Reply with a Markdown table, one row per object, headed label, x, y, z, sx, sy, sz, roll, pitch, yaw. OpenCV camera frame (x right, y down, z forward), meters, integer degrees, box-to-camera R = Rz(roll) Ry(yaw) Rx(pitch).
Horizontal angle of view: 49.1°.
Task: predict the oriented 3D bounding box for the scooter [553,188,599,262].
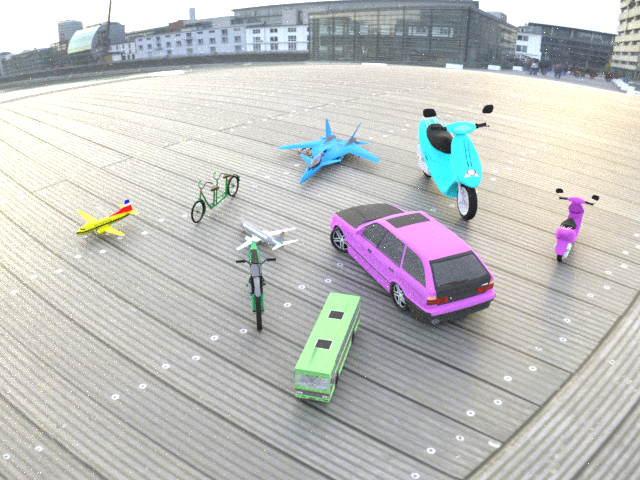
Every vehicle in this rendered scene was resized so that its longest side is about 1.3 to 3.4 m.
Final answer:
| label | x | y | z | sx | sy | sz | roll | pitch | yaw |
| --- | --- | --- | --- | --- | --- | --- | --- | --- | --- |
| scooter | 3.954 | -0.280 | 11.034 | 0.662 | 0.919 | 1.399 | 14 | 31 | 25 |

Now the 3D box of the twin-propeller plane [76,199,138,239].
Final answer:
| label | x | y | z | sx | sy | sz | roll | pitch | yaw |
| --- | --- | --- | --- | --- | --- | --- | --- | --- | --- |
| twin-propeller plane | -3.597 | -0.349 | 11.712 | 1.370 | 0.407 | 1.095 | 23 | 36 | 36 |

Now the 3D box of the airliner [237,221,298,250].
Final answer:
| label | x | y | z | sx | sy | sz | roll | pitch | yaw |
| --- | --- | --- | --- | --- | --- | --- | --- | --- | --- |
| airliner | -0.947 | -0.160 | 11.331 | 1.161 | 0.429 | 1.307 | -21 | 35 | -34 |

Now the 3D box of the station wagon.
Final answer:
| label | x | y | z | sx | sy | sz | roll | pitch | yaw |
| --- | --- | --- | --- | --- | --- | --- | --- | --- | --- |
| station wagon | 1.242 | 0.078 | 10.355 | 1.327 | 0.920 | 3.105 | -12 | 30 | -22 |

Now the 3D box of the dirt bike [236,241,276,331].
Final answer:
| label | x | y | z | sx | sy | sz | roll | pitch | yaw |
| --- | --- | --- | --- | --- | --- | --- | --- | --- | --- |
| dirt bike | -0.861 | 0.551 | 9.530 | 0.527 | 0.857 | 1.493 | -3 | 28 | -6 |

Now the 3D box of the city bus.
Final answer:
| label | x | y | z | sx | sy | sz | roll | pitch | yaw |
| --- | --- | --- | --- | --- | --- | --- | --- | --- | --- |
| city bus | 0.120 | 1.284 | 8.571 | 0.476 | 0.460 | 1.674 | 7 | 29 | 13 |

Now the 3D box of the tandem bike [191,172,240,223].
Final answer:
| label | x | y | z | sx | sy | sz | roll | pitch | yaw |
| --- | --- | --- | --- | --- | --- | --- | --- | --- | --- |
| tandem bike | -1.838 | -0.869 | 12.401 | 0.283 | 0.682 | 1.642 | 12 | 30 | 21 |

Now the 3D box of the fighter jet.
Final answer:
| label | x | y | z | sx | sy | sz | roll | pitch | yaw |
| --- | --- | --- | --- | --- | --- | --- | --- | --- | --- |
| fighter jet | 0.086 | -1.803 | 14.299 | 2.229 | 0.557 | 2.640 | 10 | 29 | 18 |

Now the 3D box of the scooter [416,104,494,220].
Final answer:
| label | x | y | z | sx | sy | sz | roll | pitch | yaw |
| --- | --- | --- | --- | --- | --- | --- | --- | --- | --- |
| scooter | 2.320 | -1.639 | 12.673 | 1.288 | 1.786 | 2.721 | -6 | 28 | -10 |
